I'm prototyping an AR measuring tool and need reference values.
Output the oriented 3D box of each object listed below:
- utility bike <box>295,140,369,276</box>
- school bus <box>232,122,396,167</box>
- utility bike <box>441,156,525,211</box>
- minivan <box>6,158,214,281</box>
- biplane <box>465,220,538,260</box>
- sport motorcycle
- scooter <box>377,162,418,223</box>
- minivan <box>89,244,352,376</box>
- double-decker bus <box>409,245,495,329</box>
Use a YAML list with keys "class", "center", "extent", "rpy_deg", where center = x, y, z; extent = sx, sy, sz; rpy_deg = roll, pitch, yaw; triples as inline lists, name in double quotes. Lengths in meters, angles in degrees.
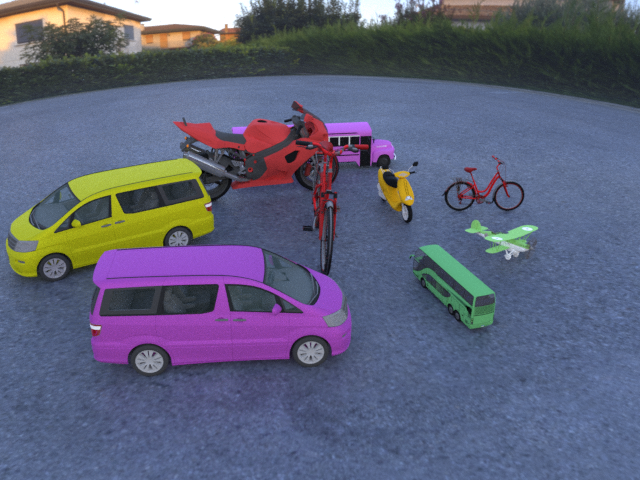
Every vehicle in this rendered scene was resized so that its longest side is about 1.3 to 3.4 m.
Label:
- class: "utility bike"
  center: [0.150, -0.733, 10.581]
  extent: [1.039, 1.839, 2.791]
  rpy_deg: [-2, 26, -3]
- class: "school bus"
  center: [-0.114, -1.893, 14.134]
  extent: [3.322, 0.844, 0.709]
  rpy_deg: [-3, 26, -7]
- class: "utility bike"
  center: [2.824, -0.969, 12.098]
  extent: [1.435, 0.946, 0.535]
  rpy_deg: [0, 26, 1]
- class: "minivan"
  center: [-3.164, -0.370, 10.565]
  extent: [3.011, 1.197, 1.324]
  rpy_deg: [-14, 29, -26]
- class: "biplane"
  center: [2.764, -0.025, 10.648]
  extent: [1.090, 0.504, 1.336]
  rpy_deg: [23, 34, 40]
- class: "sport motorcycle"
  center: [-1.076, -1.546, 12.546]
  extent: [2.955, 1.596, 0.983]
  rpy_deg: [-7, 27, -14]
- class: "scooter"
  center: [1.299, -0.936, 12.063]
  extent: [0.662, 0.919, 1.399]
  rpy_deg: [-8, 27, -16]
- class: "minivan"
  center: [-1.129, 0.741, 8.261]
  extent: [3.011, 1.197, 1.324]
  rpy_deg: [-2, 26, -5]
- class: "double-decker bus"
  center: [1.746, 0.574, 9.364]
  extent: [0.389, 0.541, 1.672]
  rpy_deg: [-9, 27, -18]
